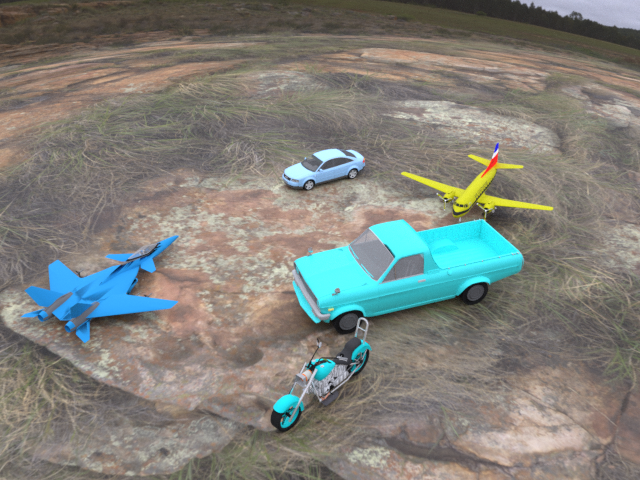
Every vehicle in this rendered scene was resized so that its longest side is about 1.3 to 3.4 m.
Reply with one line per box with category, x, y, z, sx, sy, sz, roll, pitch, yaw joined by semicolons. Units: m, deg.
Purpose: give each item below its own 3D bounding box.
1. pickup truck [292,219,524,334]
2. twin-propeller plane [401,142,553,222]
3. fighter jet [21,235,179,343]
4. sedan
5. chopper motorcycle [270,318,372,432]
pickup truck;1.202;0.322;9.618;3.117;0.993;1.244;-11;33;-17
twin-propeller plane;2.697;-0.979;11.944;2.663;0.792;2.129;17;35;25
fighter jet;-2.842;0.392;9.923;2.229;0.557;2.640;15;35;24
sedan;0.070;-1.349;12.848;1.613;0.483;0.635;-17;35;-26
chopper motorcycle;0.037;1.503;7.905;0.466;0.761;1.563;26;40;35
